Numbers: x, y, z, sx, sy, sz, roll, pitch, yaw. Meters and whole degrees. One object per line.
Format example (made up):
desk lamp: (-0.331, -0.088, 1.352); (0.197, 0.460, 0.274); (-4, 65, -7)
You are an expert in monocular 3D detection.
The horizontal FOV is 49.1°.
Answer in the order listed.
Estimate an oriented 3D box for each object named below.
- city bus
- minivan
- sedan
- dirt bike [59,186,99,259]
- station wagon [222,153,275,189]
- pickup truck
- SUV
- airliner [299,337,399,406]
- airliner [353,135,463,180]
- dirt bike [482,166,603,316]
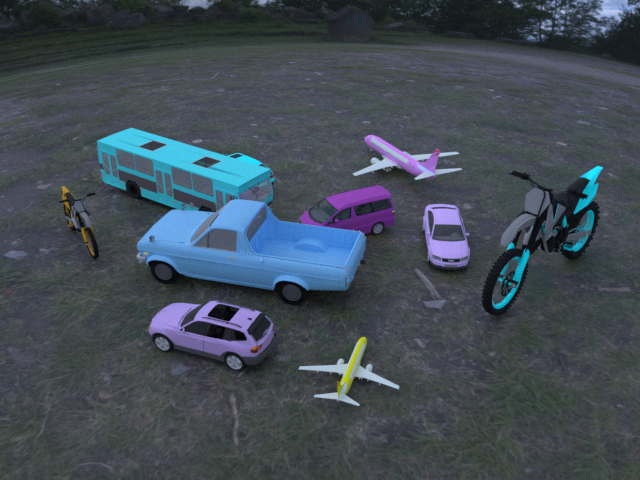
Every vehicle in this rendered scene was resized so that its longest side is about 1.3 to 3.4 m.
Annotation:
city bus: (-2.305, -1.026, 11.722); (3.255, 0.894, 0.926); (19, 35, 30)
minivan: (0.391, -0.383, 10.875); (1.548, 0.616, 0.681); (-14, 32, -22)
sedan: (1.895, -0.114, 10.539); (0.635, 0.483, 1.613); (2, 30, 3)
dirt bike: (-3.629, -0.331, 10.542); (0.527, 0.857, 1.493); (-18, 34, -29)
station wagon: (-1.555, -1.295, 12.618); (1.597, 0.473, 0.682); (25, 38, 36)
pickup truck: (-0.953, 0.057, 9.723); (3.117, 0.993, 1.244); (8, 31, 14)
SUV: (-1.304, 1.051, 8.398); (1.572, 0.580, 0.656); (11, 31, 18)
airliner: (0.359, 1.394, 7.949); (1.161, 0.429, 1.307); (8, 31, 14)
airliner: (1.477, -1.689, 12.944); (2.257, 0.835, 2.541); (-14, 33, -23)
dirt bike: (3.082, -0.124, 9.362); (1.024, 1.666, 2.903); (26, 39, 38)
